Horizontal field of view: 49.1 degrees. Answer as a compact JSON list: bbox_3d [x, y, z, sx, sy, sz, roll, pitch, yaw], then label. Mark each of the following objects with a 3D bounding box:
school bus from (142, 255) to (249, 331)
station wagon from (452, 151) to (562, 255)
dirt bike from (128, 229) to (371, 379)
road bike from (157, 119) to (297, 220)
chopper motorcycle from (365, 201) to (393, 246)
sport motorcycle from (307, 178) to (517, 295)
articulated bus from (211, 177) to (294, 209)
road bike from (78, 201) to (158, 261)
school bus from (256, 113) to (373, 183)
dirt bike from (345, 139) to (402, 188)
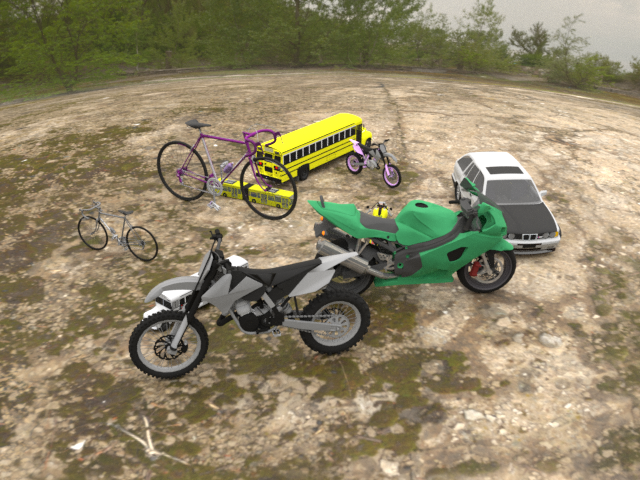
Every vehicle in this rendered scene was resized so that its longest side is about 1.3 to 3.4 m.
[{"bbox_3d":[-1.698,0.719,9.681,0.365,0.434,1.708,21,33,36],"label":"school bus"},{"bbox_3d":[3.164,-0.763,12.132,1.327,0.920,3.105,-1,26,-3],"label":"station wagon"},{"bbox_3d":[-0.780,0.782,8.160,2.903,1.666,1.024,-7,27,-13],"label":"dirt bike"},{"bbox_3d":[-1.717,-1.297,12.383,3.004,1.656,0.697,13,29,25],"label":"road bike"},{"bbox_3d":[0.963,-0.280,11.333,0.466,0.761,1.563,5,27,10],"label":"chopper motorcycle"},{"bbox_3d":[1.306,0.063,9.696,2.955,1.596,0.983,-2,26,-3],"label":"sport motorcycle"},{"bbox_3d":[-1.245,-0.876,13.075,1.749,0.289,0.311,13,29,24],"label":"articulated bus"},{"bbox_3d":[-3.191,-0.139,10.945,1.545,0.852,0.358,11,28,21],"label":"road bike"},{"bbox_3d":[-0.008,-1.986,14.694,0.709,0.844,3.322,18,32,33],"label":"school bus"},{"bbox_3d":[1.054,-1.579,13.855,0.527,0.857,1.493,-22,34,-38],"label":"dirt bike"}]
